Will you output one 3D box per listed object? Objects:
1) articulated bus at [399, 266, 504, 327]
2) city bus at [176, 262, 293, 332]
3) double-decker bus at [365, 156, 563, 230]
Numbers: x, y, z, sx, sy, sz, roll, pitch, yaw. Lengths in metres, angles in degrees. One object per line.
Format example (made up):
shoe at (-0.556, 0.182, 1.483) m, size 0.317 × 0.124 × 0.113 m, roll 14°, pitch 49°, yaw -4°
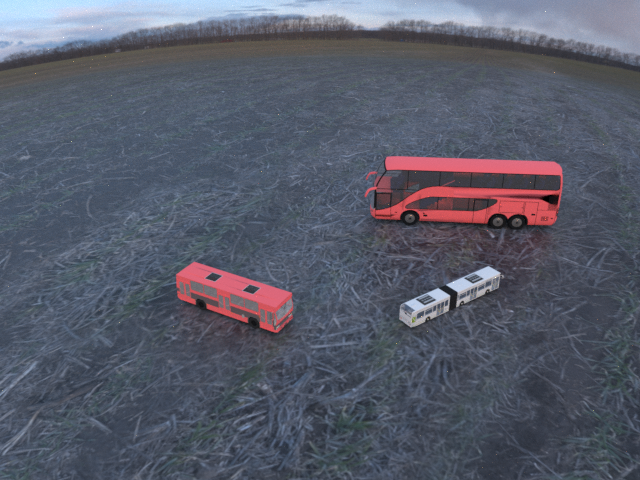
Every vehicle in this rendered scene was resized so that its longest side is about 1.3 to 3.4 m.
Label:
articulated bus at (1.852, 0.781, 9.808) m, size 1.749 × 0.289 × 0.311 m, roll -19°, pitch 34°, yaw -31°
city bus at (-1.186, 0.788, 9.617) m, size 1.674 × 0.460 × 0.476 m, roll 15°, pitch 32°, yaw 26°
double-decker bus at (2.399, -0.827, 11.927) m, size 3.251 × 1.052 × 0.756 m, roll 2°, pitch 29°, yaw 4°
